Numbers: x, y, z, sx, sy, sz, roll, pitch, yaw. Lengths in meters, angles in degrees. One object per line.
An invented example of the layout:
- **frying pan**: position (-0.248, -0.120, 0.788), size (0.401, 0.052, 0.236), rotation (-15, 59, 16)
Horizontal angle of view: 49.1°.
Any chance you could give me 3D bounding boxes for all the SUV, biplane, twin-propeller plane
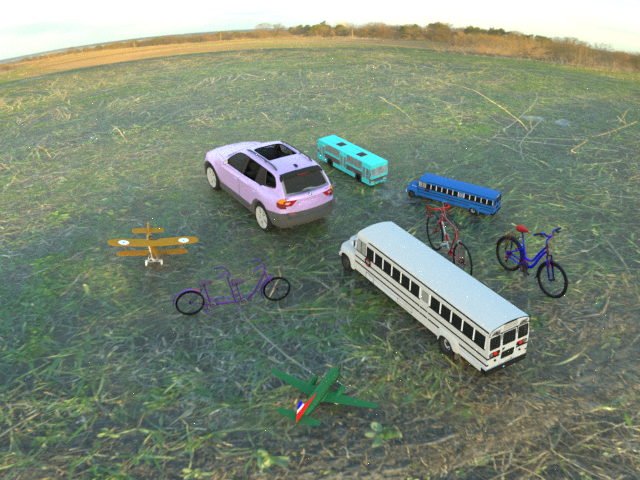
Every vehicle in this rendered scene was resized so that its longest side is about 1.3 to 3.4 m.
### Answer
- **SUV**: position (-0.956, -1.181, 12.316), size (1.276, 1.128, 3.058), rotation (-18, 35, -28)
- **biplane**: position (-2.564, 0.061, 10.789), size (1.336, 0.504, 1.090), rotation (-10, 32, -17)
- **twin-propeller plane**: position (-0.014, 1.723, 8.006), size (1.370, 0.407, 1.095), rotation (14, 33, 23)

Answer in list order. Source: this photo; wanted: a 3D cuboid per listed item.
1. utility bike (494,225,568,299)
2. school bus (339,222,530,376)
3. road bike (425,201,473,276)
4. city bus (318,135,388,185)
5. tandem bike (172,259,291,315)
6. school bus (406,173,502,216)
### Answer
- **utility bike**: position (3.094, 0.182, 10.137), size (0.535, 0.946, 1.435), rotation (-17, 34, -27)
- **school bus**: position (1.377, 0.602, 9.512), size (0.709, 0.844, 3.322), rotation (-17, 34, -27)
- **road bike**: position (1.945, -0.011, 10.565), size (0.358, 0.852, 1.545), rotation (-9, 31, -14)
- **city bus**: position (0.610, -1.549, 13.623), size (0.476, 0.460, 1.674), rotation (-20, 36, -31)
- **tandem bike**: position (-1.204, 0.651, 9.588), size (1.642, 0.682, 0.283), rotation (-8, 31, -14)
- **school bus**: position (2.339, -0.829, 12.401), size (1.708, 0.434, 0.365), rotation (18, 35, 29)
